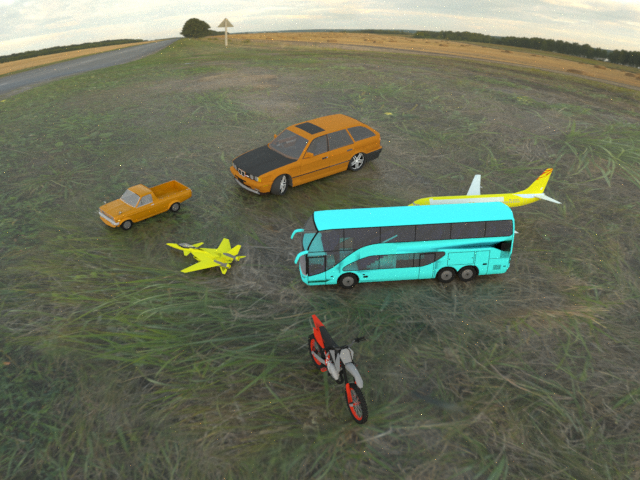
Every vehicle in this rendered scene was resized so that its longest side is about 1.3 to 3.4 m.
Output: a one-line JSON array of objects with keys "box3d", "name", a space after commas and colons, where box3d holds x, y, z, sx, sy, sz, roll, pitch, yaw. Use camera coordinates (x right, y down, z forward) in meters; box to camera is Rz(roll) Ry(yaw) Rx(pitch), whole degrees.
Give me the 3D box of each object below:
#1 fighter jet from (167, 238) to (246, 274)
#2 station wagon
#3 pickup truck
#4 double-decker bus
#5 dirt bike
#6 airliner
[{"box3d": [-1.895, 0.146, 11.024, 1.358, 0.286, 1.147, 15, 33, 24], "name": "fighter jet"}, {"box3d": [-0.254, -1.752, 13.692, 3.105, 0.920, 1.327, -21, 36, -32], "name": "station wagon"}, {"box3d": [-3.044, -0.686, 12.248, 1.603, 0.511, 0.640, -25, 38, -37], "name": "pickup truck"}, {"box3d": [1.217, 0.065, 10.397, 3.251, 1.052, 0.756, -3, 30, -5], "name": "double-decker bus"}, {"box3d": [0.199, 1.445, 8.189, 0.527, 0.857, 1.493, -13, 32, -21], "name": "dirt bike"}, {"box3d": [2.783, -0.821, 12.158, 2.541, 0.835, 2.257, -2, 30, -4], "name": "airliner"}]
